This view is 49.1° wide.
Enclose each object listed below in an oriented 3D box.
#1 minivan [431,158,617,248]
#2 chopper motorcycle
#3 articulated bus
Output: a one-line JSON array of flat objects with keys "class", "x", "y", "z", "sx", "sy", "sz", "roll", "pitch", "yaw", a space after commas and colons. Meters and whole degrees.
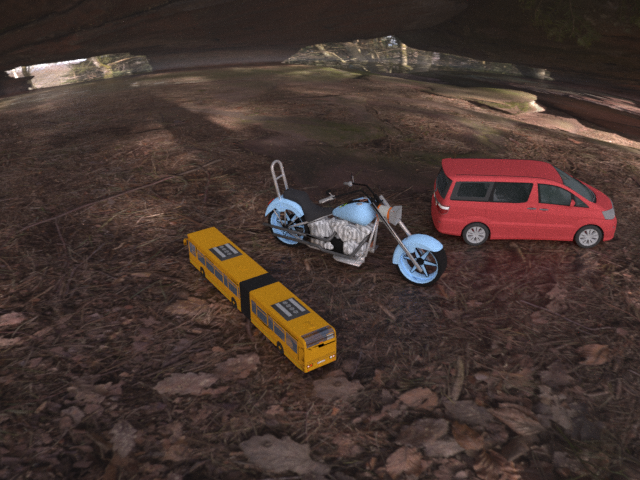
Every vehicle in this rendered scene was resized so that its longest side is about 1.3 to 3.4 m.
[{"class": "minivan", "x": 3.416, "y": -0.668, "z": 11.711, "sx": 3.011, "sy": 1.197, "sz": 1.324, "roll": 1, "pitch": 28, "yaw": 2}, {"class": "chopper motorcycle", "x": 0.486, "y": -0.274, "z": 10.682, "sx": 3.040, "sy": 1.480, "sz": 0.906, "roll": 15, "pitch": 32, "yaw": 25}, {"class": "articulated bus", "x": -0.932, "y": 0.716, "z": 9.814, "sx": 0.605, "sy": 0.561, "sz": 3.401, "roll": -18, "pitch": 33, "yaw": -30}]
